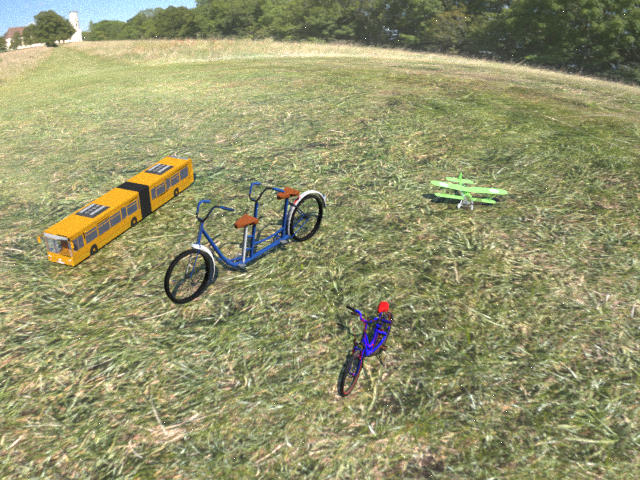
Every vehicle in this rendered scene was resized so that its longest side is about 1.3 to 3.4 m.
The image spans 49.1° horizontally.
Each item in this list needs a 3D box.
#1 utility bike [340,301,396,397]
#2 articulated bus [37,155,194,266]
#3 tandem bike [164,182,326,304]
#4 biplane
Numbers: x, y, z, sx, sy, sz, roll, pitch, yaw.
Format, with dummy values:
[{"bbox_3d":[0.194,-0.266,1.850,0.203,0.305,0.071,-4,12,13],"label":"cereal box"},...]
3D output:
[{"bbox_3d":[0.609,1.124,7.969,0.535,0.946,1.435,14,31,24],"label":"utility bike"},{"bbox_3d":[-3.194,-0.580,11.555,0.605,0.561,3.401,11,30,20],"label":"articulated bus"},{"bbox_3d":[-0.961,-0.180,10.001,0.550,1.326,3.192,22,35,35],"label":"tandem bike"},{"bbox_3d":[2.530,-0.846,12.110,1.336,0.504,1.090,-1,28,-2],"label":"biplane"}]
